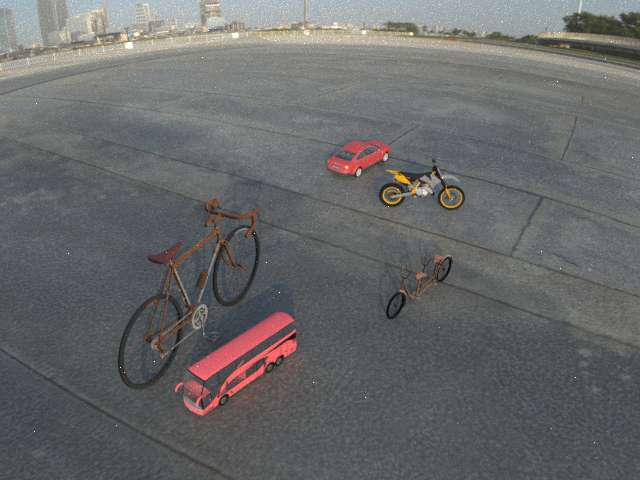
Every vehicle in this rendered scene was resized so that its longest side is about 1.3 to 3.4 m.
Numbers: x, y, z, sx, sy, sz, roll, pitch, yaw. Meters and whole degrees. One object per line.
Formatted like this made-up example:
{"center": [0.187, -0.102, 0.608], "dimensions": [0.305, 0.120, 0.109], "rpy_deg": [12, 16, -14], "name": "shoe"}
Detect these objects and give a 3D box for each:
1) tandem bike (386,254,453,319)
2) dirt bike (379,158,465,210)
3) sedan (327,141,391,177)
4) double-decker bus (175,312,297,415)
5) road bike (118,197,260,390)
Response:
{"center": [1.431, 0.534, 9.822], "dimensions": [0.283, 0.682, 1.642], "rpy_deg": [24, 38, 34], "name": "tandem bike"}
{"center": [1.777, -0.930, 12.136], "dimensions": [1.493, 0.857, 0.527], "rpy_deg": [4, 31, 6], "name": "dirt bike"}
{"center": [0.793, -1.686, 13.788], "dimensions": [0.635, 0.483, 1.613], "rpy_deg": [22, 37, 33], "name": "sedan"}
{"center": [-0.952, 1.465, 8.380], "dimensions": [0.389, 0.541, 1.672], "rpy_deg": [24, 38, 35], "name": "double-decker bus"}
{"center": [-1.555, 0.562, 8.815], "dimensions": [0.696, 1.656, 3.004], "rpy_deg": [14, 33, 23], "name": "road bike"}
